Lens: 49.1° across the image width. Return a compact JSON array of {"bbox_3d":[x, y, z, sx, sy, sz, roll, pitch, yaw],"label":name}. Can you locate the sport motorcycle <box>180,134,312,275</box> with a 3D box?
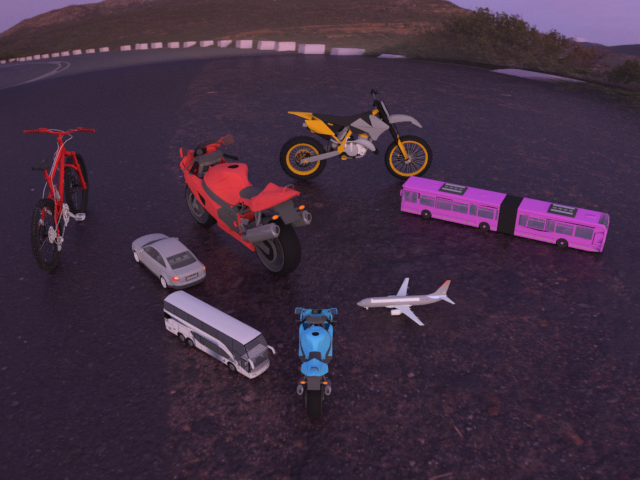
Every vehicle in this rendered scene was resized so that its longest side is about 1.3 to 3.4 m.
[{"bbox_3d":[-1.274,-0.572,10.824,0.983,1.596,2.955,-23,36,-35],"label":"sport motorcycle"}]

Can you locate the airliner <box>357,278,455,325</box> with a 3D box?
[{"bbox_3d":[1.158,0.757,9.637,1.307,0.429,1.161,-2,29,-3],"label":"airliner"}]

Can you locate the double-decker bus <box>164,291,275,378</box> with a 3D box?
[{"bbox_3d":[-1.301,1.178,8.767,1.672,0.541,0.389,22,36,34],"label":"double-decker bus"}]

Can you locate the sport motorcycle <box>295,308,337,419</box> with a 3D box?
[{"bbox_3d":[-0.052,1.358,8.155,0.506,0.821,1.520,0,29,1],"label":"sport motorcycle"}]

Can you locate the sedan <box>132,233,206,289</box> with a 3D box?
[{"bbox_3d":[-2.304,0.234,10.522,0.635,0.483,1.613,-21,35,-32],"label":"sedan"}]

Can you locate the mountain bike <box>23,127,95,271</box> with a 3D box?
[{"bbox_3d":[-4.119,-0.771,11.089,1.114,1.688,2.857,-1,29,-3],"label":"mountain bike"}]

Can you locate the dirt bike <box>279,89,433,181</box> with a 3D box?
[{"bbox_3d":[0.680,-1.882,13.105,2.903,1.666,1.024,0,29,0],"label":"dirt bike"}]

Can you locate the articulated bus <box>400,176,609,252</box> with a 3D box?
[{"bbox_3d":[2.988,-0.463,11.694,3.401,0.561,0.605,14,32,23],"label":"articulated bus"}]
